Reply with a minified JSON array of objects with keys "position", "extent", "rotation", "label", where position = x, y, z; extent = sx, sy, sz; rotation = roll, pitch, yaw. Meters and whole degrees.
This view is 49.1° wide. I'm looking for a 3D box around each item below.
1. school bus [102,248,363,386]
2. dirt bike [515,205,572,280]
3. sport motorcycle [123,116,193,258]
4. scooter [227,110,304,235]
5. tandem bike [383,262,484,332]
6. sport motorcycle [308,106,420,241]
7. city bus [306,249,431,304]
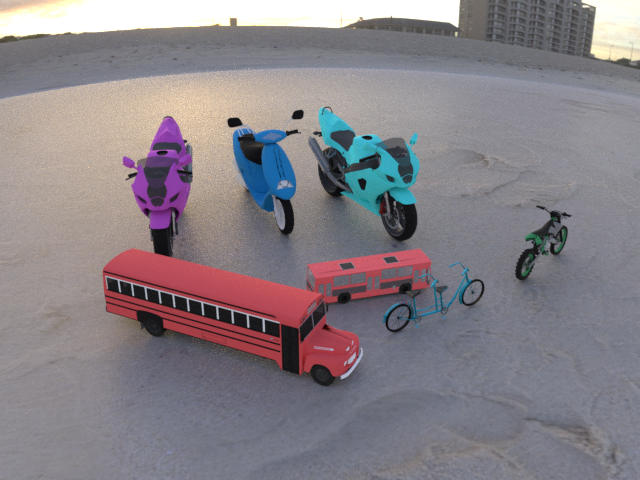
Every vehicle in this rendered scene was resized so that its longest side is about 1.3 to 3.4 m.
[{"position":[-1.088,0.869,8.445],"extent":[3.322,0.844,0.709],"rotation":[12,29,22],"label":"school bus"},{"position":[3.253,0.001,10.158],"extent":[0.527,0.857,1.493],"rotation":[23,35,38],"label":"dirt bike"},{"position":[-2.412,-0.833,10.994],"extent":[0.983,1.596,2.955],"rotation":[-3,27,-6],"label":"sport motorcycle"},{"position":[-0.972,-1.341,11.793],"extent":[1.288,1.786,2.721],"rotation":[-11,29,-20],"label":"scooter"},{"position":[1.485,0.714,8.935],"extent":[1.642,0.682,0.283],"rotation":[-15,30,-27],"label":"tandem bike"},{"position":[0.731,-1.155,11.634],"extent":[0.983,1.596,2.955],"rotation":[-14,30,-25],"label":"sport motorcycle"},{"position":[0.672,0.514,9.580],"extent":[1.674,0.460,0.476],"rotation":[-7,28,-15],"label":"city bus"}]
